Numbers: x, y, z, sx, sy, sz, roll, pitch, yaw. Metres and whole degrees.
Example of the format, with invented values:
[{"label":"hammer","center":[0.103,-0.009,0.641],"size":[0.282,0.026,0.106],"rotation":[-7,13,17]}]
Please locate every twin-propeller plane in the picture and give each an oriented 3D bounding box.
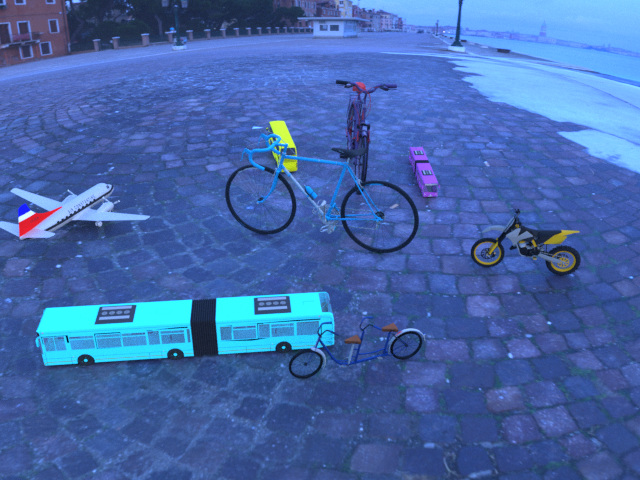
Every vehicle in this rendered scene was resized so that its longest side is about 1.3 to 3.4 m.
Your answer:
[{"label":"twin-propeller plane","center":[-3.901,-0.549,10.879],"size":[2.663,0.792,2.129],"rotation":[11,31,20]}]

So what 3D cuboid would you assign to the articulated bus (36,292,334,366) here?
[{"label":"articulated bus","center":[-1.547,1.038,8.264],"size":[3.401,0.561,0.605],"rotation":[-3,29,-5]}]

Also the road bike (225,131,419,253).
[{"label":"road bike","center":[-0.026,-0.679,10.225],"size":[3.004,1.656,0.697],"rotation":[9,30,16]}]

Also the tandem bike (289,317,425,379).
[{"label":"tandem bike","center":[0.440,1.177,7.889],"size":[1.642,0.682,0.283],"rotation":[-8,30,-15]}]

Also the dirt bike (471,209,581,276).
[{"label":"dirt bike","center":[2.867,0.068,9.702],"size":[1.493,0.857,0.527],"rotation":[6,30,10]}]

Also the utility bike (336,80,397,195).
[{"label":"utility bike","center":[0.768,-2.056,12.511],"size":[1.039,1.839,2.791],"rotation":[-1,29,-2]}]

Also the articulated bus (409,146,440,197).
[{"label":"articulated bus","center":[1.858,-1.261,12.676],"size":[0.311,0.289,1.749],"rotation":[-1,29,-2]}]

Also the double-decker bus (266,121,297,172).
[{"label":"double-decker bus","center":[-0.734,-1.823,13.427],"size":[0.389,0.541,1.672],"rotation":[-5,30,-10]}]
